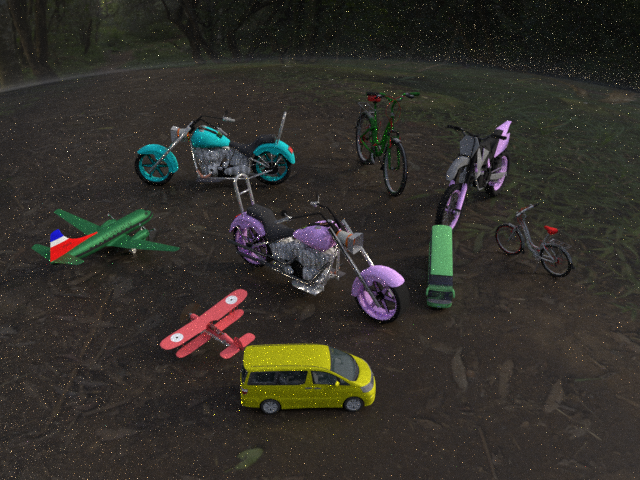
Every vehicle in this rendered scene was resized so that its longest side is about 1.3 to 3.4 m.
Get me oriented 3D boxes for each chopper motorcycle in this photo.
[{"bbox_3d":[-1.989,-1.709,13.115,3.040,1.480,0.906,2,29,3],"label":"chopper motorcycle"},{"bbox_3d":[-0.095,0.087,9.804,3.040,1.480,0.906,20,34,32],"label":"chopper motorcycle"}]

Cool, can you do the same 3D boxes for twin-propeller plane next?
[{"bbox_3d":[-3.373,-0.149,10.960,2.663,0.792,2.129,16,32,27],"label":"twin-propeller plane"}]

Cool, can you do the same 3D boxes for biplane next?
[{"bbox_3d":[-1.335,1.169,8.830,1.090,0.504,1.336,25,37,37],"label":"biplane"}]

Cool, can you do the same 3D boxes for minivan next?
[{"bbox_3d":[-0.134,1.552,8.008,1.548,0.616,0.681,-1,28,-2],"label":"minivan"}]

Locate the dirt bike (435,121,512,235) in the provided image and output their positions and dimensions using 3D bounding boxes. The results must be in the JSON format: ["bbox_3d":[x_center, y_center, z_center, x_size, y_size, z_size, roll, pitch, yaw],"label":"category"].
[{"bbox_3d":[2.705,-1.177,11.938,1.024,1.666,2.903,18,33,30],"label":"dirt bike"}]

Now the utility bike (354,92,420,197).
[{"bbox_3d":[1.236,-2.065,13.395,1.039,1.839,2.791,-8,29,-14],"label":"utility bike"}]

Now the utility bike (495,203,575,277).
[{"bbox_3d":[3.202,-0.002,10.526,0.535,0.946,1.435,-21,35,-34],"label":"utility bike"}]

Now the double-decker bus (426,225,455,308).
[{"bbox_3d":[1.763,0.382,10.243,0.389,0.541,1.672,4,29,8],"label":"double-decker bus"}]
